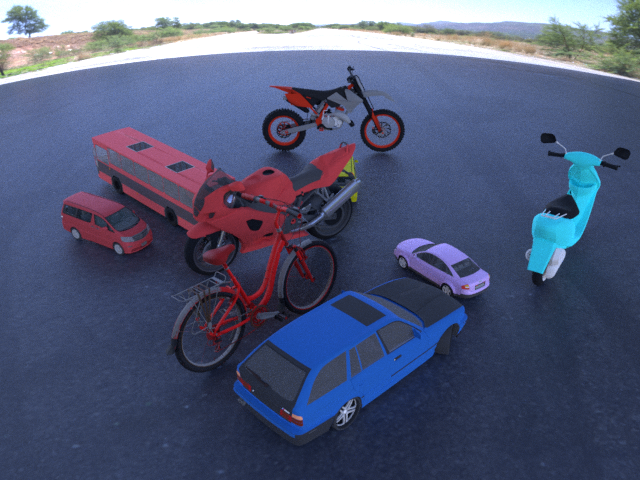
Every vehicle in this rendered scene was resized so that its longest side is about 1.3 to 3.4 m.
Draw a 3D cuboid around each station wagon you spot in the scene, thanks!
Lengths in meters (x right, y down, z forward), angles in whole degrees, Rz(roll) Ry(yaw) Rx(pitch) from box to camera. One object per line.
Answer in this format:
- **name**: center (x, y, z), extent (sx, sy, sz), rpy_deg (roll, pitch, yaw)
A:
- **station wagon**: center (0.486, 1.166, 8.305), extent (3.105, 0.920, 1.327), rpy_deg (-26, 39, -37)

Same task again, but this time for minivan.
- **minivan**: center (-3.394, -0.281, 11.131), extent (1.548, 0.616, 0.681), rpy_deg (17, 34, 26)
- **minivan**: center (0.366, -1.203, 12.736), extent (0.681, 0.616, 1.548), rpy_deg (0, 30, 0)

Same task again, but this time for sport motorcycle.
- **sport motorcycle**: center (-0.696, -0.491, 10.511), extent (2.955, 1.596, 0.983), rpy_deg (-18, 34, -28)

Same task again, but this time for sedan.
- **sedan**: center (1.748, 0.323, 10.212), extent (0.635, 0.483, 1.613), rpy_deg (-20, 35, -31)

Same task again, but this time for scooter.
- **scooter**: center (3.694, -0.540, 10.407), extent (1.288, 1.786, 2.721), rpy_deg (18, 34, 28)

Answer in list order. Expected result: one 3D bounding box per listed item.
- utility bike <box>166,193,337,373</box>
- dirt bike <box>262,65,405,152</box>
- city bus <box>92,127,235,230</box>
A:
- **utility bike**: center (-0.832, 0.430, 8.664), extent (1.039, 1.839, 2.791), rpy_deg (26, 39, 38)
- **dirt bike**: center (0.268, -2.557, 14.040), extent (2.903, 1.666, 1.024), rpy_deg (1, 30, 2)
- **city bus**: center (-2.753, -1.048, 12.187), extent (0.926, 0.894, 3.255), rpy_deg (-26, 39, -37)
